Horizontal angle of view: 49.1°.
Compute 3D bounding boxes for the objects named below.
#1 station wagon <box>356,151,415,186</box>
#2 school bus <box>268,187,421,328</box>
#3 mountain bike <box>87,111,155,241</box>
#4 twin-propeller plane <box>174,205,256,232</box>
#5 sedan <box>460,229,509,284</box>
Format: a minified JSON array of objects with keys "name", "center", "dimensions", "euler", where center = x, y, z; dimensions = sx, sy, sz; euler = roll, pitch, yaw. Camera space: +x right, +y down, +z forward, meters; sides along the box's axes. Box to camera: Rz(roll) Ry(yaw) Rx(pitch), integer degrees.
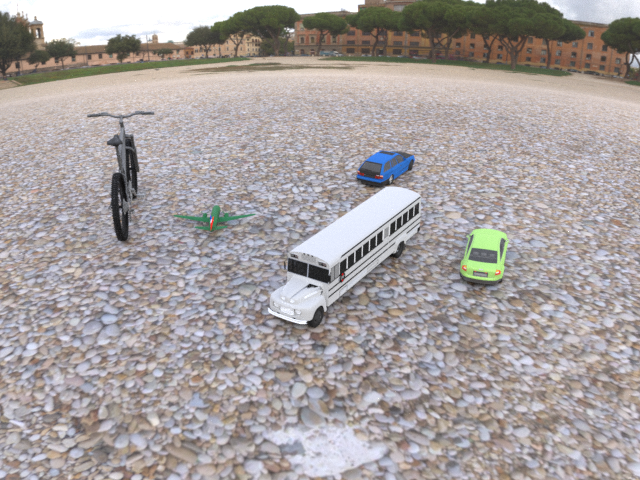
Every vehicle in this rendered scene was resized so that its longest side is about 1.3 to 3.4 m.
[{"name":"station wagon","center":[1.335,-1.510,13.844],"dimensions":[0.682,0.473,1.597],"euler":[15,30,28]},{"name":"school bus","center":[0.440,0.153,10.007],"dimensions":[0.709,0.844,3.322],"euler":[16,30,29]},{"name":"mountain bike","center":[-3.299,-1.179,11.778],"dimensions":[1.114,1.688,2.857],"euler":[-4,26,-8]},{"name":"twin-propeller plane","center":[-1.763,-0.405,11.651],"dimensions":[1.370,0.407,1.095],"euler":[-1,26,-2]},{"name":"sedan","center":[2.466,0.155,10.414],"dimensions":[0.635,0.483,1.613],"euler":[8,27,16]}]
